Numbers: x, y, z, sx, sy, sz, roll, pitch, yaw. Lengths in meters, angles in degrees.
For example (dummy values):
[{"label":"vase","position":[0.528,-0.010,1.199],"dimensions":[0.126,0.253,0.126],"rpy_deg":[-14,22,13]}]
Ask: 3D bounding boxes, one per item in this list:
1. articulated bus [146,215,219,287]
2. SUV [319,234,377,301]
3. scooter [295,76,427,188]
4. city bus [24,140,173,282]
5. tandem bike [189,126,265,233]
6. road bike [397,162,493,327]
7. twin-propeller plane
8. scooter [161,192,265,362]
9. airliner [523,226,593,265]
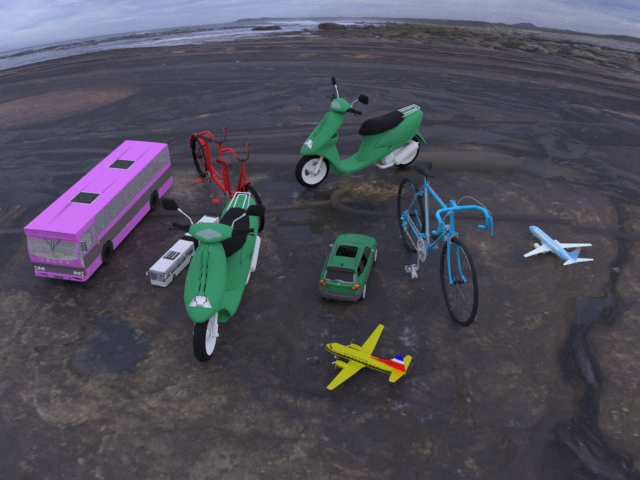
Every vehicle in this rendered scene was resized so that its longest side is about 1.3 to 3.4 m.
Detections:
[{"label":"articulated bus","position":[-2.021,0.136,10.592],"dimensions":[0.311,0.289,1.749],"rpy_deg":[10,32,17]},{"label":"SUV","position":[0.420,0.300,10.032],"dimensions":[0.656,0.580,1.572],"rpy_deg":[7,31,11]},{"label":"scooter","position":[0.778,-1.972,12.670],"dimensions":[2.721,1.786,1.288],"rpy_deg":[-14,34,-23]},{"label":"city bus","position":[-3.369,-0.542,11.138],"dimensions":[0.926,0.894,3.255],"rpy_deg":[6,31,10]},{"label":"tandem bike","position":[-1.652,-1.260,11.924],"dimensions":[0.550,1.326,3.192],"rpy_deg":[-16,34,-25]},{"label":"road bike","position":[1.577,-0.129,9.700],"dimensions":[0.697,1.656,3.004],"rpy_deg":[-7,31,-11]},{"label":"twin-propeller plane","position":[0.528,1.386,8.375],"dimensions":[1.095,0.407,1.370],"rpy_deg":[17,35,26]},{"label":"scooter","position":[-1.249,0.149,9.106],"dimensions":[1.288,1.786,2.721],"rpy_deg":[4,31,7]},{"label":"airliner","position":[3.567,0.003,10.677],"dimensions":[1.161,0.429,1.307],"rpy_deg":[-9,32,-14]}]
